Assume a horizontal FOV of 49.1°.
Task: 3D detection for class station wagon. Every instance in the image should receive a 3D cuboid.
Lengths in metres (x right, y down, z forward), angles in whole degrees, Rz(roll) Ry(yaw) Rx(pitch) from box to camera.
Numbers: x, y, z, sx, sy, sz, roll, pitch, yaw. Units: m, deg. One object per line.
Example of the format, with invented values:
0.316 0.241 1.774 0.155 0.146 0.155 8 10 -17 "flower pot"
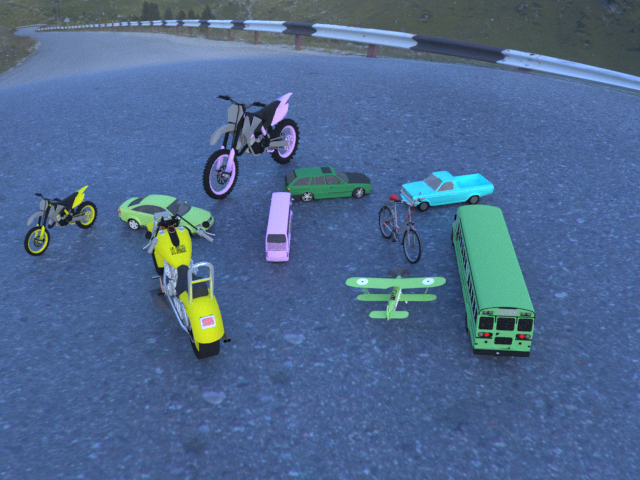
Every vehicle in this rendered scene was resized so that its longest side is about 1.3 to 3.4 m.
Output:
0.144 -1.053 12.667 1.597 0.473 0.682 -4 29 -8 "station wagon"

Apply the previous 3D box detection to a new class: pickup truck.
2.249 -0.924 12.391 1.603 0.511 0.640 -8 30 -15 "pickup truck"

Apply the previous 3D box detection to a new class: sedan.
-2.537 -0.444 11.536 1.613 0.483 0.635 9 30 15 "sedan"

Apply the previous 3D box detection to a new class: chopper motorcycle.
-1.847 0.302 9.121 0.906 1.480 3.040 -12 31 -21 "chopper motorcycle"

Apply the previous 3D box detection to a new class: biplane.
0.963 0.757 9.304 1.336 0.504 1.090 7 29 12 "biplane"

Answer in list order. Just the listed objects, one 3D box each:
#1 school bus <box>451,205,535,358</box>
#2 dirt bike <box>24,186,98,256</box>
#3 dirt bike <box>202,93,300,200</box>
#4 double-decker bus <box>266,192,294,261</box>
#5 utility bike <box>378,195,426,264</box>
2.295 0.368 9.663 0.709 0.844 3.322 2 29 4 "school bus"
-4.073 -0.364 10.997 0.527 0.857 1.493 14 32 24 "dirt bike"
-1.212 -1.882 12.944 1.024 1.666 2.903 16 33 28 "dirt bike"
-0.637 -0.250 11.120 0.389 0.541 1.672 0 29 0 "double-decker bus"
1.268 -0.295 10.778 0.535 0.946 1.435 -11 30 -19 "utility bike"
